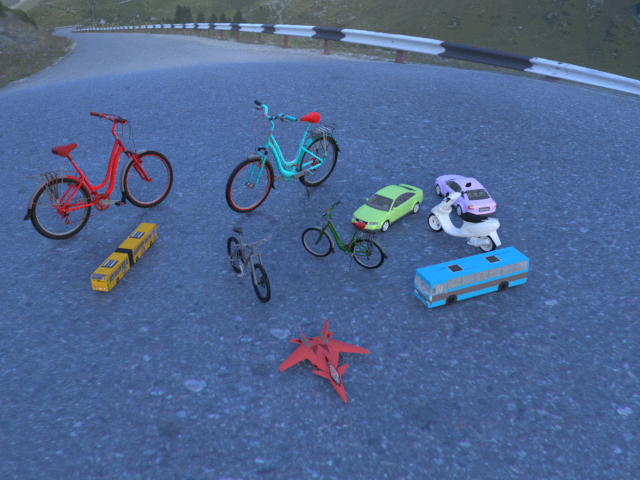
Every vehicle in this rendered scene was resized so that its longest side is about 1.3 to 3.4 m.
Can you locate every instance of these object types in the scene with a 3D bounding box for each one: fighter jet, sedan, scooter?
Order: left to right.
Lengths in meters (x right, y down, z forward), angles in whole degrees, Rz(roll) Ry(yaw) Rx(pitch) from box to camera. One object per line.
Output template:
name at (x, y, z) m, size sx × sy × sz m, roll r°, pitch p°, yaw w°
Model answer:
fighter jet at (0.093, 1.456, 8.449) m, size 1.147 × 0.286 × 1.358 m, roll -9°, pitch 29°, yaw -16°
sedan at (1.177, -0.610, 12.101) m, size 0.635 × 0.483 × 1.613 m, roll 21°, pitch 35°, yaw 34°
scooter at (2.305, -0.372, 11.196) m, size 0.662 × 0.919 × 1.399 m, roll -24°, pitch 36°, yaw -37°
sedan at (2.595, -0.873, 12.593) m, size 0.635 × 0.483 × 1.613 m, roll -7°, pitch 29°, yaw -13°

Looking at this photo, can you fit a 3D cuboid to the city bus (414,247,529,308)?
city bus at (2.164, 0.537, 9.983) m, size 1.674 × 0.460 × 0.476 m, roll -12°, pitch 30°, yaw -21°

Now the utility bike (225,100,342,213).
utility bike at (-0.516, -1.543, 12.410) m, size 2.791 × 1.839 × 1.039 m, roll -25°, pitch 37°, yaw -38°

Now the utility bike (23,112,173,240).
utility bike at (-3.724, -1.155, 11.683) m, size 1.039 × 1.839 × 2.791 m, roll 25°, pitch 37°, yaw 38°

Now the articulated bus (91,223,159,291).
articulated bus at (-2.963, 0.231, 10.737) m, size 0.311 × 0.289 × 1.749 m, roll 6°, pitch 29°, yaw 11°

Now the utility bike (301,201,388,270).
utility bike at (0.337, -0.029, 10.526) m, size 1.435 × 0.946 × 0.535 m, roll 13°, pitch 31°, yaw 22°

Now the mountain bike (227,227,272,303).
mountain bike at (-1.045, 0.277, 10.036) m, size 0.573 × 0.868 × 1.469 m, roll -14°, pitch 31°, yaw -25°
